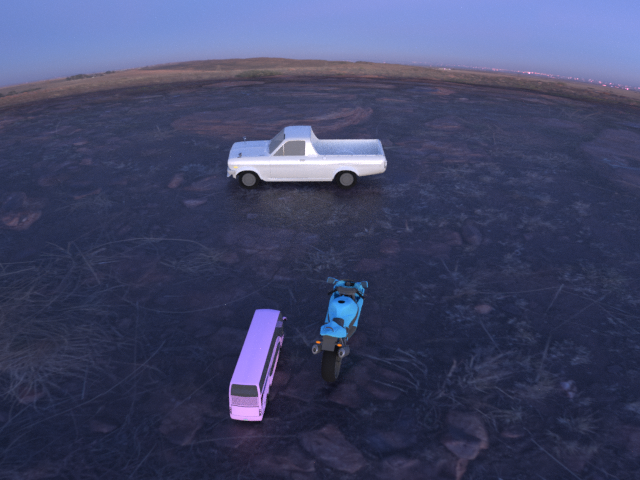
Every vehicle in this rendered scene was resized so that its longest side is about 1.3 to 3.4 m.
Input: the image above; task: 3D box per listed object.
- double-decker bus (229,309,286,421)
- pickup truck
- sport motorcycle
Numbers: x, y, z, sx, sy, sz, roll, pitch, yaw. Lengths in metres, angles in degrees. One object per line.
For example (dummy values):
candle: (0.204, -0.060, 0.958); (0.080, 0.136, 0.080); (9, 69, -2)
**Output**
double-decker bus: (-0.693, 1.352, 7.965); (0.389, 0.541, 1.672); (3, 26, 5)
pickup truck: (-0.267, -1.669, 13.709); (3.117, 0.993, 1.244); (0, 26, -1)
sport motorcycle: (0.246, 1.014, 8.344); (0.506, 0.821, 1.520); (6, 26, 12)
